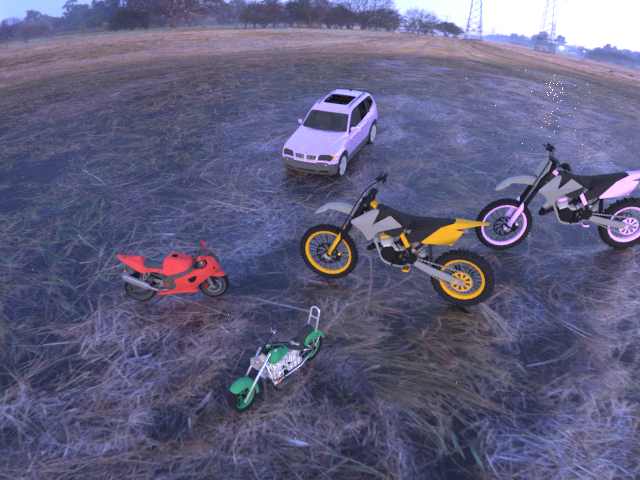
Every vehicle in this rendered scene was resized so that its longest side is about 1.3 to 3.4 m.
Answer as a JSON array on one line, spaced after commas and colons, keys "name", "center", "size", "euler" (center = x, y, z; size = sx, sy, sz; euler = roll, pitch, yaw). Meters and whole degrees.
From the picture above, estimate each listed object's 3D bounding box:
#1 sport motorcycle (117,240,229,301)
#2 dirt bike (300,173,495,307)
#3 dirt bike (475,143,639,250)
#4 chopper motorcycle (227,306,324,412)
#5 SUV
[{"name": "sport motorcycle", "center": [-2.075, 0.486, 10.008], "size": [1.520, 0.821, 0.506], "euler": [-3, 30, -5]}, {"name": "dirt bike", "center": [1.059, 0.039, 9.938], "size": [2.903, 1.666, 1.024], "euler": [11, 31, 18]}, {"name": "dirt bike", "center": [3.924, -0.573, 11.005], "size": [2.903, 1.666, 1.024], "euler": [-1, 30, -2]}, {"name": "chopper motorcycle", "center": [-0.513, 1.420, 8.441], "size": [0.466, 0.761, 1.563], "euler": [24, 37, 35]}, {"name": "SUV", "center": [0.273, -2.307, 14.571], "size": [1.276, 1.128, 3.058], "euler": [11, 32, 19]}]
